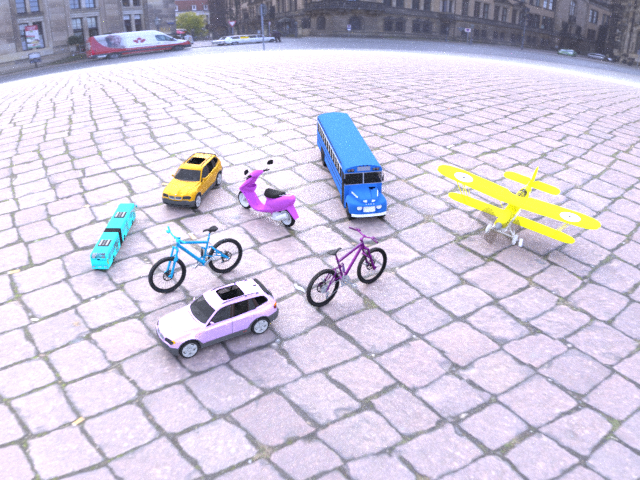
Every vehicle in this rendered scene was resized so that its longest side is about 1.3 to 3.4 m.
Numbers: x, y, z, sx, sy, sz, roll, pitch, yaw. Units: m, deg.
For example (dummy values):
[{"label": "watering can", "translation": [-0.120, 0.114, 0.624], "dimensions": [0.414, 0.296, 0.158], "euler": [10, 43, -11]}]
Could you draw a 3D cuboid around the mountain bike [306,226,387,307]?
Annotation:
[{"label": "mountain bike", "translation": [0.395, 0.375, 9.662], "dimensions": [1.469, 0.868, 0.573], "euler": [-22, 36, -34]}]

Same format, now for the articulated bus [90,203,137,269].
[{"label": "articulated bus", "translation": [-3.247, -0.089, 11.078], "dimensions": [0.311, 0.289, 1.749], "euler": [0, 29, 0]}]

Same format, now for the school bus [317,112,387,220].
[{"label": "school bus", "translation": [0.541, -1.419, 12.877], "dimensions": [0.709, 0.844, 3.322], "euler": [-5, 30, -9]}]

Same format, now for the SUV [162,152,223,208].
[{"label": "SUV", "translation": [-2.277, -1.099, 12.577], "dimensions": [0.656, 0.580, 1.572], "euler": [7, 30, 13]}]

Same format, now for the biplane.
[{"label": "biplane", "translation": [3.202, -0.579, 11.244], "dimensions": [2.598, 0.981, 2.120], "euler": [16, 33, 26]}]

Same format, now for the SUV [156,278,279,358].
[{"label": "SUV", "translation": [-1.304, 0.949, 8.934], "dimensions": [1.572, 0.580, 0.656], "euler": [-16, 33, -26]}]

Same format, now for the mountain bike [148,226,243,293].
[{"label": "mountain bike", "translation": [-1.758, 0.225, 9.929], "dimensions": [1.469, 0.868, 0.573], "euler": [-19, 34, -30]}]

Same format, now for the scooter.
[{"label": "scooter", "translation": [-0.894, -0.786, 11.675], "dimensions": [1.399, 0.919, 0.662], "euler": [23, 37, 35]}]
